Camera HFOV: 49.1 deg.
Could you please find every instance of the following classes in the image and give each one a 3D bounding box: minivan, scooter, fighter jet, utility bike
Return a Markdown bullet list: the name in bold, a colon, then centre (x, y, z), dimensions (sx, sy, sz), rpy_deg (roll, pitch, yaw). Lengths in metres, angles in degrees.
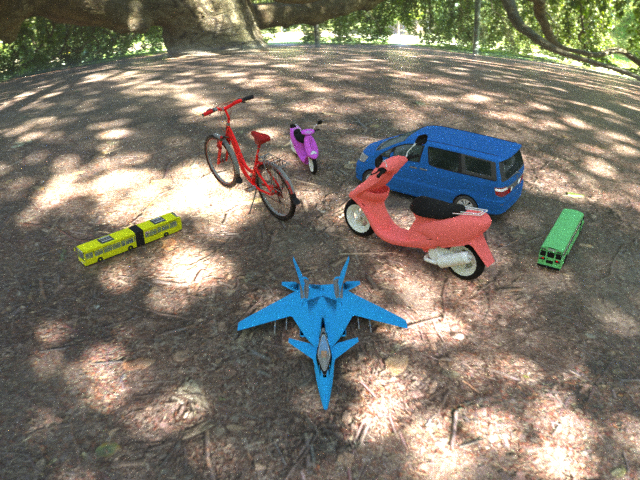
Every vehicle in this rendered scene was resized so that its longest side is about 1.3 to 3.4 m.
- **minivan**: centre (2.093, -1.364, 12.574), dimensions (3.011, 1.197, 1.324), rpy_deg (19, 35, 29)
- **scooter**: centre (-0.321, -1.949, 13.848), dimensions (0.662, 0.919, 1.399), rpy_deg (-11, 32, -18)
- **scooter**: centre (1.434, -0.515, 10.540), dimensions (2.721, 1.786, 1.288), rpy_deg (24, 38, 35)
- **fighter jet**: centre (0.039, 1.109, 8.980), dimensions (2.229, 0.557, 2.640), rpy_deg (-1, 30, -1)
- **utility bike**: centre (-1.328, -1.413, 12.022), dimensions (1.039, 1.839, 2.791), rpy_deg (-23, 38, -34)

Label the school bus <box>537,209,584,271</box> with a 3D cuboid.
- **school bus**: centre (3.856, -0.060, 11.100), dimensions (0.365, 0.434, 1.708), rpy_deg (16, 34, 26)

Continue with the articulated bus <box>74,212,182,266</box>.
- **articulated bus**: centre (-3.028, -0.034, 11.200), dimensions (1.749, 0.289, 0.311), rpy_deg (-24, 38, -35)
